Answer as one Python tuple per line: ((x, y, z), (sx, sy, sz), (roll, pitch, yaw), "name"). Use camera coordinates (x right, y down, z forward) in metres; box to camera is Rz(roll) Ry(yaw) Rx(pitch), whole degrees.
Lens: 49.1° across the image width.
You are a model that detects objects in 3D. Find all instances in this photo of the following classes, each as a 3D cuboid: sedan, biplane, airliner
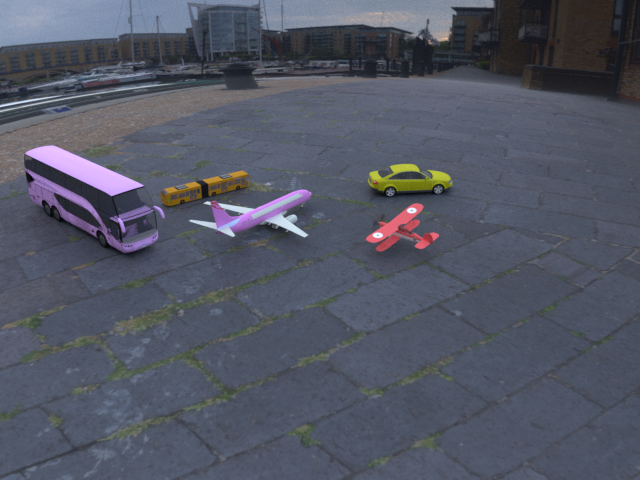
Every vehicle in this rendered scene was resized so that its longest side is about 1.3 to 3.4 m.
((1.720, -1.170, 13.292), (1.613, 0.483, 0.635), (-3, 26, -7), "sedan")
((1.318, -0.100, 11.064), (1.090, 0.504, 1.336), (22, 33, 37), "biplane")
((-0.935, -0.624, 11.765), (2.257, 0.835, 2.541), (18, 31, 33), "airliner")

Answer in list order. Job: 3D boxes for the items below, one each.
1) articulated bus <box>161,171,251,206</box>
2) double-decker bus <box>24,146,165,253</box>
((-2.122, -0.974, 13.111), (1.749, 0.289, 0.311), (-18, 31, -32), "articulated bus")
((-3.860, -0.710, 11.693), (3.251, 1.052, 0.756), (22, 34, 38), "double-decker bus")
